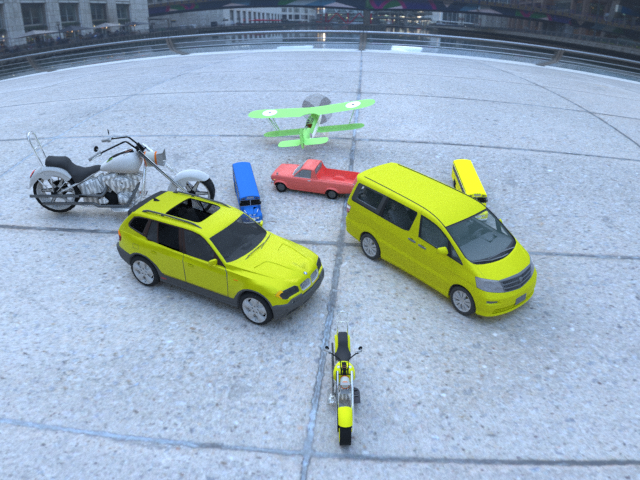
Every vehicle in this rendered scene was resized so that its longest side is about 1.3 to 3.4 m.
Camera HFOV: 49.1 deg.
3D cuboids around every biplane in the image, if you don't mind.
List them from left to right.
[{"bbox_3d":[-0.236,-2.265,14.051,2.598,0.981,2.120,4,31,7],"label":"biplane"}]

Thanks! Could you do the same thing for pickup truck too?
[{"bbox_3d":[-0.076,-1.138,12.595,1.603,0.511,0.640,9,32,15],"label":"pickup truck"}]

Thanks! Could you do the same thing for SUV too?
[{"bbox_3d":[-1.436,0.133,9.819,3.058,1.128,1.276,16,34,25],"label":"SUV"}]

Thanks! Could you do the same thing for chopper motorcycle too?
[{"bbox_3d":[-3.293,-1.095,11.565,3.040,1.480,0.906,0,30,-1],"label":"chopper motorcycle"},{"bbox_3d":[0.263,1.515,7.827,0.466,0.761,1.563,0,30,0],"label":"chopper motorcycle"}]

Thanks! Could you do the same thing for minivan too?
[{"bbox_3d":[1.708,-0.076,10.108,1.324,1.197,3.011,-22,37,-33],"label":"minivan"}]

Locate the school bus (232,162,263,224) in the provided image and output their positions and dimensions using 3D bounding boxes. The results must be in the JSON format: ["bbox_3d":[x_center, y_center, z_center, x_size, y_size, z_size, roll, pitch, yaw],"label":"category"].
[{"bbox_3d":[-1.267,-0.820,12.129,0.365,0.434,1.708,-6,31,-10],"label":"school bus"}]

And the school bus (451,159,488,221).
[{"bbox_3d":[2.613,-0.874,12.221,0.365,0.434,1.708,0,30,0],"label":"school bus"}]
